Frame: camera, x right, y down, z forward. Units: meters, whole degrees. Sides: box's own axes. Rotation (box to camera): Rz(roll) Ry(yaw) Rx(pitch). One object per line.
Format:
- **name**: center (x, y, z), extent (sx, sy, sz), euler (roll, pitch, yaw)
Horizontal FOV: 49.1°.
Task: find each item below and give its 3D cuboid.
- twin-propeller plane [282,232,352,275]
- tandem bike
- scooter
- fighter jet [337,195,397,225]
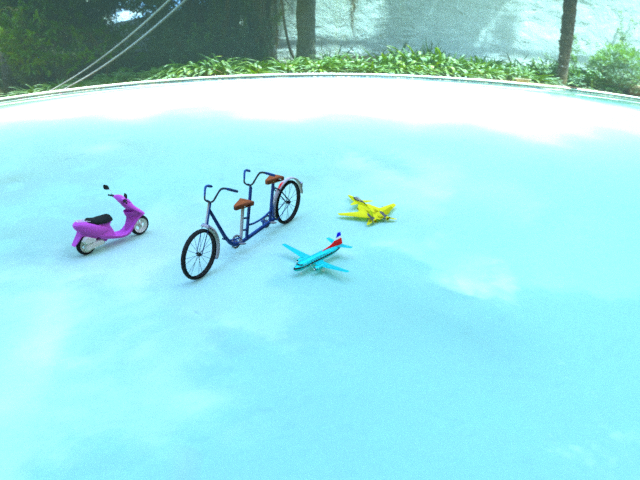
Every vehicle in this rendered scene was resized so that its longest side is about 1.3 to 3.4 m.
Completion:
- **twin-propeller plane**: center (-0.017, 0.207, 10.704), extent (1.370, 0.407, 1.095), euler (22, 33, 38)
- **tandem bike**: center (-1.142, -0.478, 11.069), extent (0.550, 1.326, 3.192), euler (15, 29, 28)
- **scooter**: center (-3.378, -0.344, 11.260), extent (0.662, 0.919, 1.399), euler (21, 33, 37)
- **fighter jet**: center (0.806, -0.660, 12.645), extent (1.147, 0.286, 1.358), euler (-11, 28, -22)
